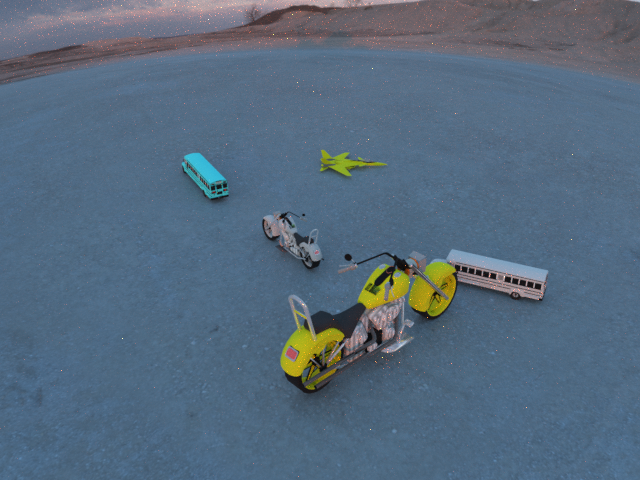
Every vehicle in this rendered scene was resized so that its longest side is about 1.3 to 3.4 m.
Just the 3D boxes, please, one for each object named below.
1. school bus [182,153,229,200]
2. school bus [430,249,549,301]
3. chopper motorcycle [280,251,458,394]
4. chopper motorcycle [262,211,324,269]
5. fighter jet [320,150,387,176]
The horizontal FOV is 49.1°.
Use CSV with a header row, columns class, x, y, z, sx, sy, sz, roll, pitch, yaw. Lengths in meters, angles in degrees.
class,x,y,z,sx,sy,sz,roll,pitch,yaw
school bus,-2.208,-1.241,13.241,0.365,0.434,1.708,-15,33,-24
school bus,2.431,0.492,10.247,1.708,0.434,0.365,13,33,21
chopper motorcycle,0.737,0.784,8.700,3.040,1.480,0.906,-25,39,-37
chopper motorcycle,-0.467,-0.117,10.974,0.466,0.761,1.563,-19,35,-29
fighter jet,0.675,-1.588,13.988,1.358,0.286,1.147,0,30,0
